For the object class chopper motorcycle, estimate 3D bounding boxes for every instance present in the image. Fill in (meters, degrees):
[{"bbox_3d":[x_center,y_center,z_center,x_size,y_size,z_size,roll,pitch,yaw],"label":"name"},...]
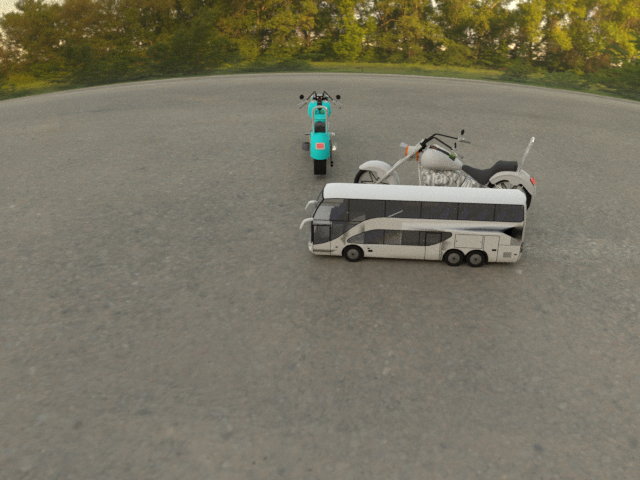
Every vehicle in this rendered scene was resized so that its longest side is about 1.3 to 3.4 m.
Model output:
[{"bbox_3d":[-0.001,-2.364,14.178,0.906,1.480,3.040,0,26,0],"label":"chopper motorcycle"},{"bbox_3d":[2.066,-1.147,11.716,3.040,1.480,0.906,8,28,16],"label":"chopper motorcycle"}]

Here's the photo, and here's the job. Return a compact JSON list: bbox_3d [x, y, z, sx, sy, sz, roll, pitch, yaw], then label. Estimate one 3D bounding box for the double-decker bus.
[{"bbox_3d":[1.357,-0.248,10.379,3.251,1.052,0.756,2,26,5],"label":"double-decker bus"}]
